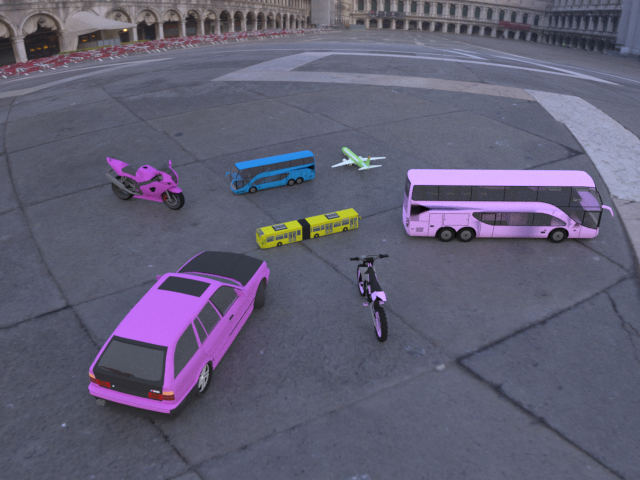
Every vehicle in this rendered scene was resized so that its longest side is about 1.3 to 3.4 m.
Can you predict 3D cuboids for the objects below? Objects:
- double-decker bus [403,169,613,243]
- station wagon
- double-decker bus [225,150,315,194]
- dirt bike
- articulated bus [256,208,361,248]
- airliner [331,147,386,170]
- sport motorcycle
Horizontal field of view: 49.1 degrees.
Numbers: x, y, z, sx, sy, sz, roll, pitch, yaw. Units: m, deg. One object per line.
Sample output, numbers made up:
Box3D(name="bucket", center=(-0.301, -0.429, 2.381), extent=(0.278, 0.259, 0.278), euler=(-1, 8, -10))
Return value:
Box3D(name="double-decker bus", center=(2.983, -0.570, 11.325), extent=(3.251, 1.052, 0.756), euler=(1, 31, 1))
Box3D(name="station wagon", center=(-1.654, 0.921, 8.933), extent=(1.327, 0.920, 3.105), euler=(9, 32, 15))
Box3D(name="double-decker bus", center=(-0.898, -1.250, 12.978), extent=(1.672, 0.541, 0.389), euler=(-13, 33, -21))
Box3D(name="dirt bike", center=(0.688, 0.668, 9.422), extent=(0.527, 0.857, 1.493), euler=(-5, 31, -9))
Box3D(name="articulated bus", center=(-0.180, -0.193, 11.437), extent=(1.749, 0.289, 0.311), euler=(-13, 33, -21))
Box3D(name="airliner", center=(0.710, -1.681, 13.815), extent=(1.161, 0.429, 1.307), euler=(-12, 33, -19))
Box3D(name="sport motorcycle", center=(-3.055, -0.999, 12.278), extent=(1.520, 0.821, 0.506), euler=(12, 33, 19))
